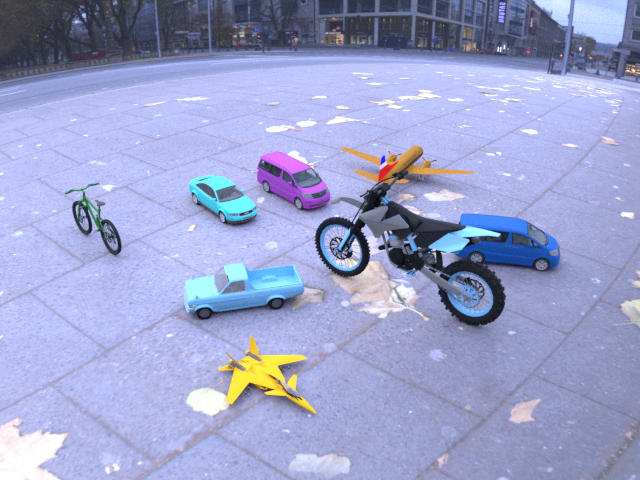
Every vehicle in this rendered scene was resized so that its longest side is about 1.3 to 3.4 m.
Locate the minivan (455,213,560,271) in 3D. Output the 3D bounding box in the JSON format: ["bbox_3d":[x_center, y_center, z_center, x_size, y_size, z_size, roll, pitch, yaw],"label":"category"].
[{"bbox_3d":[2.802,0.010,10.459,1.548,0.616,0.681,6,29,10],"label":"minivan"}]

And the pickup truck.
[{"bbox_3d":[-1.035,0.620,9.437,1.603,0.511,0.640,-7,29,-13],"label":"pickup truck"}]

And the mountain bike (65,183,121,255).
[{"bbox_3d":[-3.489,-0.338,10.838,0.573,0.868,1.469,-24,37,-37],"label":"mountain bike"}]

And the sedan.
[{"bbox_3d":[-1.678,-0.757,12.023,0.635,0.483,1.613,-20,34,-32],"label":"sedan"}]

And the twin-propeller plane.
[{"bbox_3d":[1.515,-1.486,13.053,2.663,0.792,2.129,14,31,24],"label":"twin-propeller plane"}]

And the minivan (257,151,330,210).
[{"bbox_3d":[-0.476,-1.069,12.464,0.681,0.616,1.548,-22,35,-35],"label":"minivan"}]

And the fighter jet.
[{"bbox_3d":[-0.517,1.561,7.923,1.147,0.286,1.358,-25,37,-38],"label":"fighter jet"}]

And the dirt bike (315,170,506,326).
[{"bbox_3d":[1.109,0.064,9.250,2.903,1.666,1.024,19,34,31],"label":"dirt bike"}]
